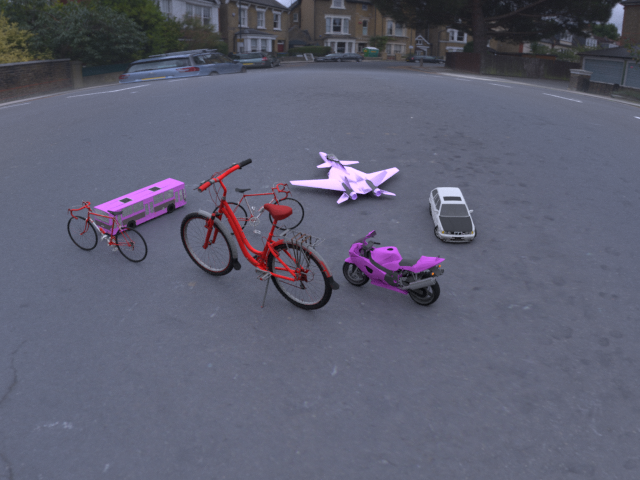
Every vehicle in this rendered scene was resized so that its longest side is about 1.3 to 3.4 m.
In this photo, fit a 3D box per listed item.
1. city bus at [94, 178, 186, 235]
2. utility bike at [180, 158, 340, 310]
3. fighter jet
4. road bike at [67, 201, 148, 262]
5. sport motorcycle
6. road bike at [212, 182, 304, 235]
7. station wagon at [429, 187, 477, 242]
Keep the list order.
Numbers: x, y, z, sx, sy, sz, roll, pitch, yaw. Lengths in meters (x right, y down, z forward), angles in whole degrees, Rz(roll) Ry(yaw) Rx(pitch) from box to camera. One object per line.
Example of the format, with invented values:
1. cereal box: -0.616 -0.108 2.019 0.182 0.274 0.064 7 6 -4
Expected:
1. city bus: -3.077 -0.576 12.127 0.476 0.460 1.674 19 32 33
2. utility bike: -0.972 -0.028 9.500 2.791 1.839 1.039 17 31 30
3. fighter jet: 0.432 -1.463 13.784 2.229 0.557 2.640 -9 28 -17
4. road bike: -3.312 -0.130 10.803 1.545 0.852 0.358 12 29 22
5. sport motorcycle: 0.995 0.408 9.767 1.520 0.821 0.506 14 30 26
6. road bike: -1.023 -0.503 11.545 1.545 0.852 0.358 -5 27 -9
7. station wagon: 2.238 -0.477 11.915 0.682 0.473 1.597 1 27 1
